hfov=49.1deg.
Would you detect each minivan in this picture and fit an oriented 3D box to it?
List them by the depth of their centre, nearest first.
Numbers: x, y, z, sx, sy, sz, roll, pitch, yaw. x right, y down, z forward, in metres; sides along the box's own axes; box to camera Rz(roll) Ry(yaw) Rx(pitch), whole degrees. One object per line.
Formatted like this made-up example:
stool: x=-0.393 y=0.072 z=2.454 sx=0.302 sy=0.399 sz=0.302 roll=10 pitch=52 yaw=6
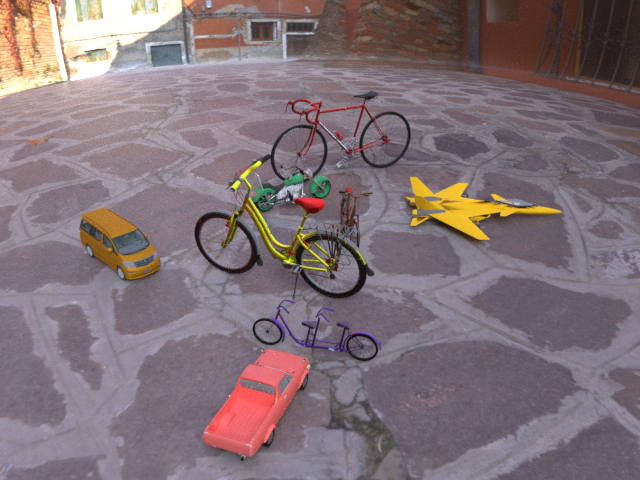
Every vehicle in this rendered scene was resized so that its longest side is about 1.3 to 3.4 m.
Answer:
minivan: x=-3.041 y=0.045 z=10.590 sx=0.681 sy=0.616 sz=1.548 roll=-24 pitch=37 yaw=-38

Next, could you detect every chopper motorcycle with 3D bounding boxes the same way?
chopper motorcycle: x=-0.487 y=-0.965 z=12.326 sx=1.563 sy=0.761 sz=0.466 roll=-17 pitch=32 yaw=-29

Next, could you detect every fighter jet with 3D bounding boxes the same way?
fighter jet: x=2.830 y=-0.649 z=11.951 sx=2.640 sy=0.557 sz=2.229 roll=1 pitch=28 yaw=2

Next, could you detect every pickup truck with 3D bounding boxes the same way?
pickup truck: x=-0.652 y=1.696 z=7.610 sx=0.640 sy=0.511 sz=1.603 roll=10 pitch=30 yaw=18

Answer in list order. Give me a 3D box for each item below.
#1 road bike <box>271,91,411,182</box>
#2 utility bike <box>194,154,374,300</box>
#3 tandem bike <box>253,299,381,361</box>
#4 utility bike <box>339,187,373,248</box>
road bike: x=0.453 y=-1.999 z=13.311 sx=3.004 sy=1.656 sz=0.697 roll=-13 pitch=31 yaw=-22
utility bike: x=-0.601 y=-0.092 z=9.548 sx=2.791 sy=1.839 sz=1.039 roll=12 pitch=30 yaw=21
tandem bike: x=-0.056 y=1.103 z=8.539 sx=1.642 sy=0.682 sz=0.283 roll=7 pitch=29 yaw=13
utility bike: x=0.525 y=-0.428 z=11.124 sx=0.535 sy=0.946 sz=1.435 roll=-4 pitch=28 yaw=-8
